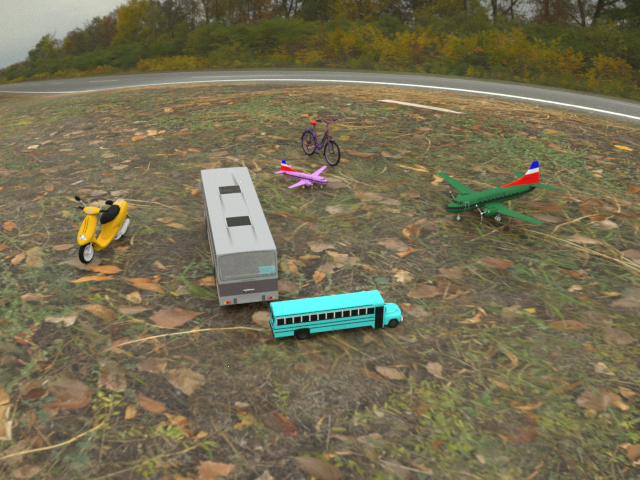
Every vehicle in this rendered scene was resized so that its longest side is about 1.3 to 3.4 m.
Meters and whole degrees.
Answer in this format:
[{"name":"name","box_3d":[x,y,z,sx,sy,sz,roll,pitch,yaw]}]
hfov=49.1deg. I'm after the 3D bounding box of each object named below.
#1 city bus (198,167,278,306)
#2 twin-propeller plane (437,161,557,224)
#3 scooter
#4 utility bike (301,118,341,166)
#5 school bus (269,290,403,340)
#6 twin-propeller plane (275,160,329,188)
[{"name":"city bus","box_3d":[-1.285,-0.132,10.641,0.926,0.894,3.255,-5,27,-11]},{"name":"twin-propeller plane","box_3d":[3.058,-0.863,12.260,2.129,0.792,2.663,-14,29,-26]},{"name":"scooter","box_3d":[-3.388,-0.289,10.936,0.662,0.919,1.399,7,27,15]},{"name":"utility bike","box_3d":[0.038,-2.143,14.712,0.535,0.946,1.435,-17,31,-31]},{"name":"school bus","box_3d":[0.220,0.946,8.956,1.708,0.434,0.365,-6,27,-12]},{"name":"twin-propeller plane","box_3d":[-0.311,-1.272,13.538,1.095,0.407,1.370,14,29,27]}]
